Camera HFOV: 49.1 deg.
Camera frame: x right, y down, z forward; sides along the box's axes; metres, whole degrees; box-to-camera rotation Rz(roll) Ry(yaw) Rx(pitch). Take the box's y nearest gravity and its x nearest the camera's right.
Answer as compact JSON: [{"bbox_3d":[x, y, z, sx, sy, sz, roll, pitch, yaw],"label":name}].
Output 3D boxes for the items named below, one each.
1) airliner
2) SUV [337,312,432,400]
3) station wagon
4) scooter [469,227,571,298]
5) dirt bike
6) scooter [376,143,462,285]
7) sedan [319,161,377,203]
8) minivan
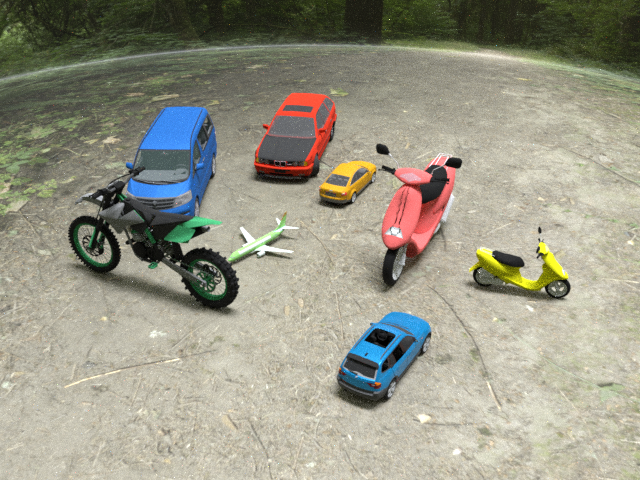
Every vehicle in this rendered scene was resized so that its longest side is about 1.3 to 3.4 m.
[{"bbox_3d":[-0.947,-0.036,10.892,1.161,0.429,1.307,24,38,35],"label":"airliner"},{"bbox_3d":[0.805,1.299,8.444,0.656,0.580,1.572,17,34,27],"label":"SUV"},{"bbox_3d":[-0.451,-2.199,14.125,1.327,0.920,3.105,5,31,9],"label":"station wagon"},{"bbox_3d":[2.817,0.333,9.769,1.399,0.919,0.662,9,31,15],"label":"scooter"},{"bbox_3d":[-2.403,-0.024,9.640,2.903,1.666,1.024,14,33,22],"label":"dirt bike"},{"bbox_3d":[1.521,-0.625,10.555,1.288,1.786,2.721,14,33,23],"label":"scooter"},{"bbox_3d":[0.532,-1.138,12.733,0.635,0.483,1.613,14,33,23],"label":"sedan"},{"bbox_3d":[-2.589,-1.334,12.361,1.324,1.197,3.011,1,30,1],"label":"minivan"}]
